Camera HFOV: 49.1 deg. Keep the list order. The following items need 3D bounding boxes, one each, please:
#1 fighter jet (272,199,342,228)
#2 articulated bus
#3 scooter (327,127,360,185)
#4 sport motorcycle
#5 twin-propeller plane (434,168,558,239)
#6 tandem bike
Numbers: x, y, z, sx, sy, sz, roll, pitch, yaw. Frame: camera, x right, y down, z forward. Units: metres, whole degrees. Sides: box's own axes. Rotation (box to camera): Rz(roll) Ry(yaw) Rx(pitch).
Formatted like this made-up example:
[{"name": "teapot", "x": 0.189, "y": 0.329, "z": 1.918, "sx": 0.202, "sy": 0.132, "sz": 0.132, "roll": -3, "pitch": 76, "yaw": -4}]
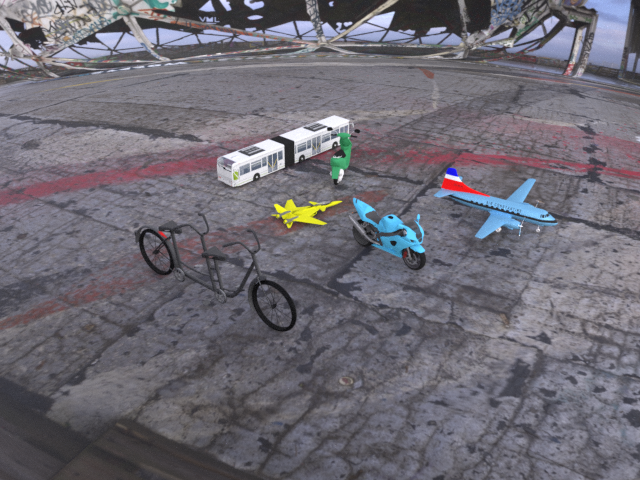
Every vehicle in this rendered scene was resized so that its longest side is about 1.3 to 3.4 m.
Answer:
[{"name": "fighter jet", "x": -0.151, "y": -0.596, "z": 12.485, "sx": 1.358, "sy": 0.286, "sz": 1.147, "roll": -19, "pitch": 35, "yaw": -30}, {"name": "articulated bus", "x": -0.651, "y": -1.877, "z": 14.453, "sx": 0.605, "sy": 0.561, "sz": 3.401, "roll": 25, "pitch": 38, "yaw": 37}, {"name": "scooter", "x": 0.426, "y": -1.714, "z": 13.808, "sx": 0.662, "sy": 0.919, "sz": 1.399, "roll": 6, "pitch": 30, "yaw": 11}, {"name": "sport motorcycle", "x": 1.076, "y": -0.100, "z": 11.077, "sx": 0.506, "sy": 0.821, "sz": 1.520, "roll": -26, "pitch": 38, "yaw": -37}, {"name": "twin-propeller plane", "x": 3.081, "y": -0.687, "z": 12.135, "sx": 2.129, "sy": 0.792, "sz": 2.663, "roll": 18, "pitch": 34, "yaw": 28}, {"name": "tandem bike", "x": -1.575, "y": 0.286, "z": 9.890, "sx": 3.192, "sy": 1.326, "sz": 0.550, "roll": 21, "pitch": 36, "yaw": 32}]
